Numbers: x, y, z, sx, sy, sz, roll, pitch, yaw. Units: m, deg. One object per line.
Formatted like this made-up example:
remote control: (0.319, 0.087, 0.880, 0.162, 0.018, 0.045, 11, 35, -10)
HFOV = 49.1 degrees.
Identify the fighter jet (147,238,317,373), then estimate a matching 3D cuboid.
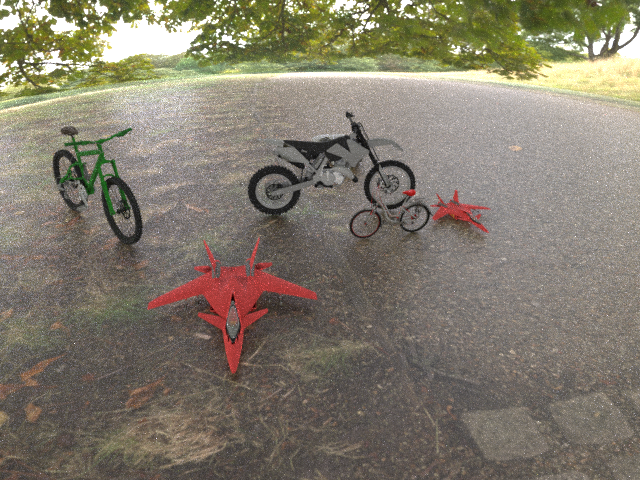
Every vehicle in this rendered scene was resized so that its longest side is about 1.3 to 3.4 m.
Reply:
fighter jet: (-1.129, 0.779, 9.059, 2.229, 0.557, 2.640, -3, 27, -6)

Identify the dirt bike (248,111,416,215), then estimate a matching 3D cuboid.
dirt bike: (0.213, -1.237, 11.867, 2.903, 1.666, 1.024, -3, 27, -5)

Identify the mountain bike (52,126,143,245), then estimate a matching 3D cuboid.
mountain bike: (-3.714, -1.006, 11.378, 1.114, 1.688, 2.857, -23, 34, -38)

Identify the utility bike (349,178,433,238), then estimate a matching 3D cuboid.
utility bike: (1.171, -0.473, 11.140, 1.435, 0.946, 0.535, -7, 27, -14)

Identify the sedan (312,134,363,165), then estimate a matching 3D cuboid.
sedan: (0.338, -1.979, 14.687, 0.635, 0.483, 1.613, -12, 29, -22)

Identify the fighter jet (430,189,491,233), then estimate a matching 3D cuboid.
fighter jet: (2.473, -0.466, 11.866, 1.147, 0.286, 1.358, -11, 28, -21)
